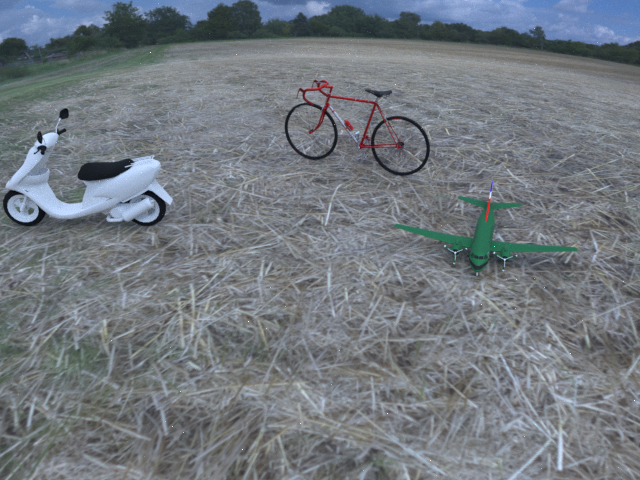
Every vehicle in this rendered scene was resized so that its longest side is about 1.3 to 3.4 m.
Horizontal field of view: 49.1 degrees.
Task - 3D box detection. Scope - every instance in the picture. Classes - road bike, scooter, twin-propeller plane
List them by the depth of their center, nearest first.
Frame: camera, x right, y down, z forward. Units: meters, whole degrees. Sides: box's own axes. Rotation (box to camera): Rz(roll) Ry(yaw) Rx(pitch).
[{"bbox_3d":[2.467,-0.181,10.493,2.663,0.792,2.129,8,29,15],"label":"twin-propeller plane"},{"bbox_3d":[-3.738,-1.029,11.019,2.721,1.786,1.288,0,28,0],"label":"scooter"},{"bbox_3d":[0.652,-2.149,13.236,3.004,1.656,0.697,13,31,22],"label":"road bike"}]
